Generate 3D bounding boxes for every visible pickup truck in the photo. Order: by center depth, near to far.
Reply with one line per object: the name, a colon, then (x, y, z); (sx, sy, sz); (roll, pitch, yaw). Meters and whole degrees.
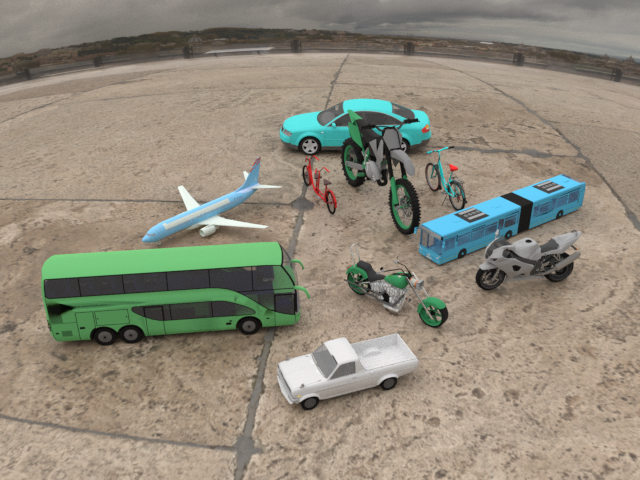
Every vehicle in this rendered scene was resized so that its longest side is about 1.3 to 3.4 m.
pickup truck: (0.318, 1.437, 8.059); (1.603, 0.511, 0.640); (-10, 31, -18)

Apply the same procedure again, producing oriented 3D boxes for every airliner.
airliner: (-1.859, -0.636, 11.454); (2.257, 0.835, 2.541); (25, 37, 37)

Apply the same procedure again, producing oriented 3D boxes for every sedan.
sedan: (0.729, -2.387, 14.493); (3.137, 0.940, 1.235); (1, 29, 1)

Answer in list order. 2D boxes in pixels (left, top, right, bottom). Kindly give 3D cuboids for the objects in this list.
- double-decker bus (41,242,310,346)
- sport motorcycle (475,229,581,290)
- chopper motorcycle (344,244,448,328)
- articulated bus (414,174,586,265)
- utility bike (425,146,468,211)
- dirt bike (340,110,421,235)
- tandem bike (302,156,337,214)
double-decker bus: (-1.781, 0.656, 8.907); (3.251, 1.052, 0.756); (-4, 29, -6)
sport motorcycle: (2.915, 0.279, 9.821); (1.520, 0.821, 0.506); (-6, 30, -11)
chopper motorcycle: (1.001, 0.602, 9.304); (1.563, 0.761, 0.466); (21, 35, 33)
articulated bus: (2.991, -0.386, 11.285); (3.401, 0.561, 0.605); (-19, 34, -30)
utility bike: (2.145, -1.101, 12.175); (0.535, 0.946, 1.435); (-10, 31, -18)
dirt bike: (0.993, -1.304, 11.798); (1.024, 1.666, 2.903); (-11, 31, -19)
tandem bike: (-0.025, -1.021, 12.303); (0.283, 0.682, 1.642); (-11, 31, -18)
